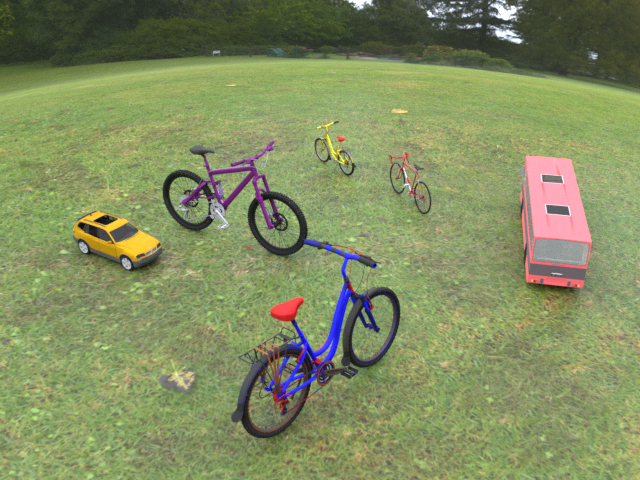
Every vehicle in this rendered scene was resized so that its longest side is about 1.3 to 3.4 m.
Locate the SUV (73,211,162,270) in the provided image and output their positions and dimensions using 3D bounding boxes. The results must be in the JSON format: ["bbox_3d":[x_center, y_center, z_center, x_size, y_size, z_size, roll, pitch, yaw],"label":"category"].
[{"bbox_3d":[-3.257,-0.032,11.199,1.572,0.580,0.656,17,32,28],"label":"SUV"}]

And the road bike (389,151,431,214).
[{"bbox_3d":[1.652,-1.076,12.849,0.358,0.852,1.545,-11,30,-20],"label":"road bike"}]

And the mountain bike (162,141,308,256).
[{"bbox_3d":[-1.451,-0.723,11.314,2.857,1.688,1.114,15,32,26],"label":"mountain bike"}]

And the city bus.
[{"bbox_3d":[3.779,-0.357,11.471,0.926,0.894,3.255,6,29,11],"label":"city bus"}]

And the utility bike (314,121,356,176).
[{"bbox_3d":[0.253,-1.873,14.226,0.535,0.946,1.435,-18,33,-30],"label":"utility bike"}]

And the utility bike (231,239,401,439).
[{"bbox_3d":[-0.018,1.002,7.957,1.039,1.839,2.791,24,36,37],"label":"utility bike"}]
